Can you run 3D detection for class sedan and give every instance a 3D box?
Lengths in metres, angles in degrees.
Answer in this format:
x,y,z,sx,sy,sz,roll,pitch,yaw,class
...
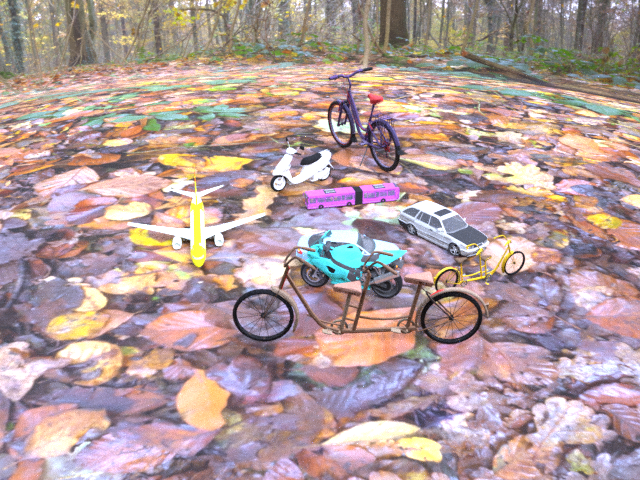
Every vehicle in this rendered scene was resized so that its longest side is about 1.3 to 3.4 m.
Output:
x,y,z,sx,sy,sz,roll,pitch,yaw,class
0.440,0.141,10.679,1.613,0.483,0.635,3,27,5,sedan

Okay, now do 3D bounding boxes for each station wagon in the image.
x,y,z,sx,sy,sz,roll,pitch,yaw,class
2.011,-0.228,11.413,0.682,0.473,1.597,-20,33,-33,station wagon

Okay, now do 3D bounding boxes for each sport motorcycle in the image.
x,y,z,sx,sy,sz,roll,pitch,yaw,class
0.450,0.375,9.848,1.520,0.821,0.506,7,28,14,sport motorcycle

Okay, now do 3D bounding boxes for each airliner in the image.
x,y,z,sx,sy,sz,roll,pitch,yaw,class
-1.997,-0.390,11.333,2.257,0.835,2.541,-4,27,-8,airliner

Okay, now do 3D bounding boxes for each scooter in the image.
x,y,z,sx,sy,sz,roll,pitch,yaw,class
-0.340,-1.466,13.352,1.399,0.919,0.662,-16,31,-29,scooter

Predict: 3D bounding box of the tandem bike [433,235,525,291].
x,y,z,sx,sy,sz,roll,pitch,yaw,class
2.317,0.343,10.064,1.642,0.682,0.283,-12,30,-23,tandem bike

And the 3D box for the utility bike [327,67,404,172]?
x,y,z,sx,sy,sz,roll,pitch,yaw,class
0.800,-2.510,14.388,1.039,1.839,2.791,-15,31,-27,utility bike

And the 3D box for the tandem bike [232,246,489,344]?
x,y,z,sx,sy,sz,roll,pitch,yaw,class
0.500,0.721,8.613,3.192,1.326,0.550,0,27,1,tandem bike

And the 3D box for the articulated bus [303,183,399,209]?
x,y,z,sx,sy,sz,roll,pitch,yaw,class
0.578,-0.803,12.745,1.749,0.289,0.311,-6,28,-12,articulated bus
